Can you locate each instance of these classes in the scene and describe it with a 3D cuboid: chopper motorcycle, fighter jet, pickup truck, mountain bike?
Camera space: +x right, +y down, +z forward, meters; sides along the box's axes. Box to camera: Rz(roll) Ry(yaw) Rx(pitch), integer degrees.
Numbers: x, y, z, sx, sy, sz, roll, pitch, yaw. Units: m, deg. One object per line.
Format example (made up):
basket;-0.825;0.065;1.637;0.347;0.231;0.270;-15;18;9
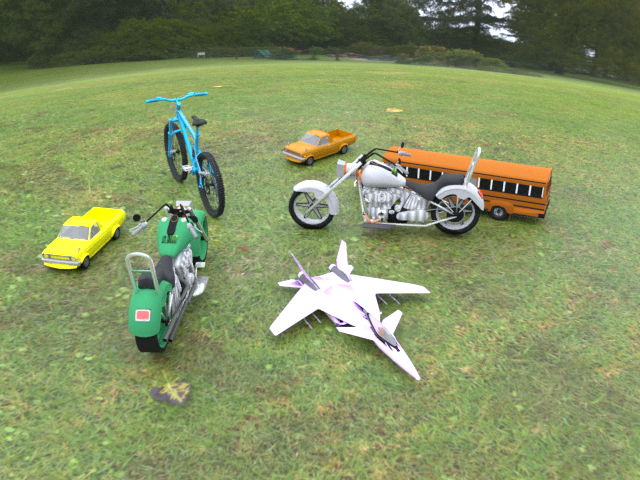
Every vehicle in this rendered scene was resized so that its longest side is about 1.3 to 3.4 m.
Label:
chopper motorcycle;-1.866;0.172;8.968;0.906;1.480;3.040;1;27;3
fighter jet;0.512;0.846;8.665;2.229;0.557;2.640;-13;30;-23
pickup truck;0.008;-1.959;14.191;1.603;0.511;0.640;-24;36;-38
mountain bike;-2.227;-1.532;12.067;1.114;1.688;2.857;-14;30;-25
pickup truck;-3.533;-0.097;10.555;0.640;0.511;1.603;5;28;11
chopper motorcycle;1.018;-0.802;10.870;3.040;1.480;0.906;4;27;8

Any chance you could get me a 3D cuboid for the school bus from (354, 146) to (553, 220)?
school bus;2.205;-1.006;11.965;3.322;0.844;0.709;11;29;21
